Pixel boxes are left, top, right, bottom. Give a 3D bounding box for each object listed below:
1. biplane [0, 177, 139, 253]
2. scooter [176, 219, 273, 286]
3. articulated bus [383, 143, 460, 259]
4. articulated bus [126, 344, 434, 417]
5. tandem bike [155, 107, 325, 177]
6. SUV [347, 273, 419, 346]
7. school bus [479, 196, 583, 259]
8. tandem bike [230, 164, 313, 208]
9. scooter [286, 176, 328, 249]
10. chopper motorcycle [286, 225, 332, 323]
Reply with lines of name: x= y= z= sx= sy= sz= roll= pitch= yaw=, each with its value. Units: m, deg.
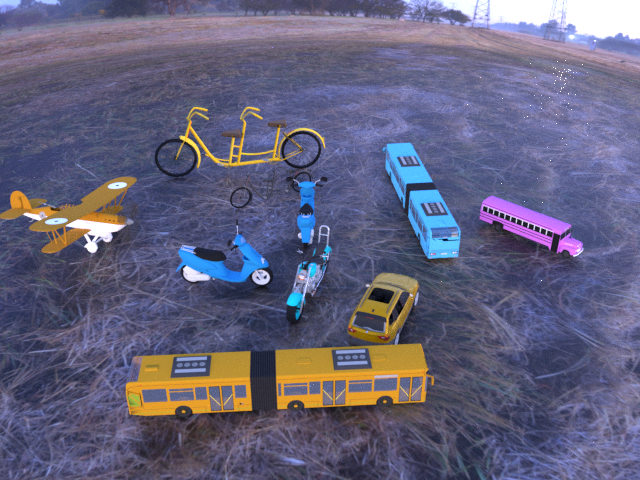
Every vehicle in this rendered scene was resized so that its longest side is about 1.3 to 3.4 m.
biplane: x=-3.854 y=-0.391 z=10.921 sx=2.120 sy=0.981 sz=2.598 roll=7 pitch=32 yaw=12
scooter: x=-1.365 y=0.247 z=9.917 sx=1.399 sy=0.919 sz=0.662 roll=2 pitch=31 yaw=4
articulated bus: x=1.681 y=-0.772 z=11.964 sx=0.605 sy=0.561 sz=3.401 roll=-3 pitch=31 yaw=-6
articulated bus: x=-0.449 y=1.598 z=8.013 sx=3.401 sy=0.561 sz=0.605 roll=-2 pitch=31 yaw=-3
tandem bike: x=-1.477 y=-1.849 z=13.016 sx=3.192 sy=1.326 sz=0.550 roll=-5 pitch=31 yaw=-8
SUV: x=0.855 y=0.854 z=9.235 sx=0.656 sy=0.580 sz=1.572 roll=12 pitch=33 yaw=19
school bus: x=3.370 y=-0.218 z=11.163 sx=1.708 sy=0.434 sz=0.365 roll=26 pitch=40 yaw=37
tandem bike: x=-0.829 y=-1.006 z=12.235 sx=1.642 sy=0.682 sz=0.283 roll=-17 pitch=35 yaw=-26
scooter: x=-0.211 y=-0.526 z=11.206 sx=0.662 sy=0.919 sz=1.399 roll=0 pitch=31 yaw=0
chopper motorcycle: x=-0.149 y=0.458 z=9.720 sx=0.466 sy=0.761 sz=1.563 roll=9 pitch=32 yaw=15
